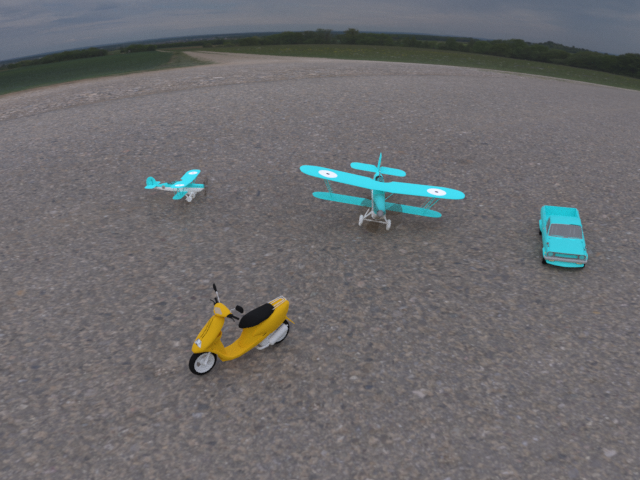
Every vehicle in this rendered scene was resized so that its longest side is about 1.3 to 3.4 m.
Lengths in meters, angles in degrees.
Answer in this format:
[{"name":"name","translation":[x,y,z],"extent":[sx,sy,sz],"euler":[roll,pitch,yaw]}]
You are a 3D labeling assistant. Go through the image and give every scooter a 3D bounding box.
[{"name":"scooter","translation":[-0.900,0.973,8.062],"extent":[1.399,0.919,0.662],"euler":[-19,33,-32]}]

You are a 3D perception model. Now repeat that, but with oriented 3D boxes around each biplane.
[{"name":"biplane","translation":[-2.474,-0.938,12.167],"extent":[1.090,0.504,1.336],"euler":[2,28,4]},{"name":"biplane","translation":[1.001,-0.810,11.408],"extent":[2.598,0.981,2.120],"euler":[2,28,3]}]

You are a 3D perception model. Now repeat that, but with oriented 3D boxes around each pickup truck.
[{"name":"pickup truck","translation":[3.674,-0.122,10.598],"extent":[0.640,0.511,1.603],"euler":[6,28,12]}]
